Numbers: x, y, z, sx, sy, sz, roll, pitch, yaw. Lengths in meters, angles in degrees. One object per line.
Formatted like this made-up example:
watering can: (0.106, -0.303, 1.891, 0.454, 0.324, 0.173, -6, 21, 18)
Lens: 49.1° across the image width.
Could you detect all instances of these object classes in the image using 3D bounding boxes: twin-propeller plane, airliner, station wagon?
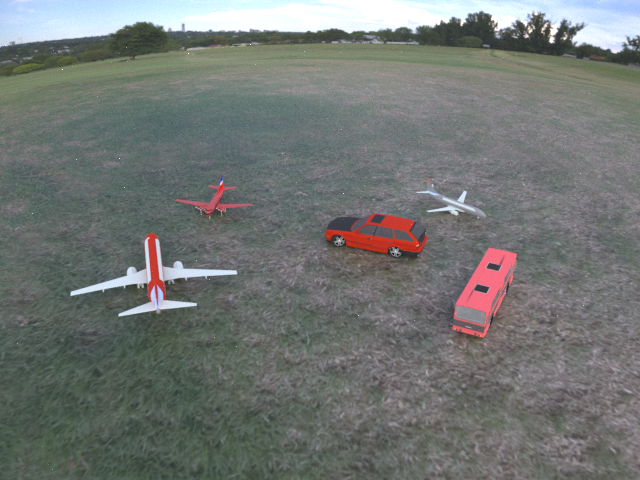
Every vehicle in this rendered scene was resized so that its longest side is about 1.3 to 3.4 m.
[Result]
twin-propeller plane: (-1.826, -0.725, 12.204, 1.370, 0.407, 1.095, 4, 29, 7)
airliner: (-2.346, 0.298, 9.858, 2.257, 0.835, 2.541, -7, 29, -13)
airliner: (2.338, -0.720, 12.171, 1.307, 0.429, 1.161, 25, 37, 38)
station wagon: (0.871, -0.135, 11.041, 1.597, 0.473, 0.682, 11, 30, 19)

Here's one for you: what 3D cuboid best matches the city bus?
city bus: (2.256, 0.702, 9.504, 0.476, 0.460, 1.674, 13, 31, 23)
